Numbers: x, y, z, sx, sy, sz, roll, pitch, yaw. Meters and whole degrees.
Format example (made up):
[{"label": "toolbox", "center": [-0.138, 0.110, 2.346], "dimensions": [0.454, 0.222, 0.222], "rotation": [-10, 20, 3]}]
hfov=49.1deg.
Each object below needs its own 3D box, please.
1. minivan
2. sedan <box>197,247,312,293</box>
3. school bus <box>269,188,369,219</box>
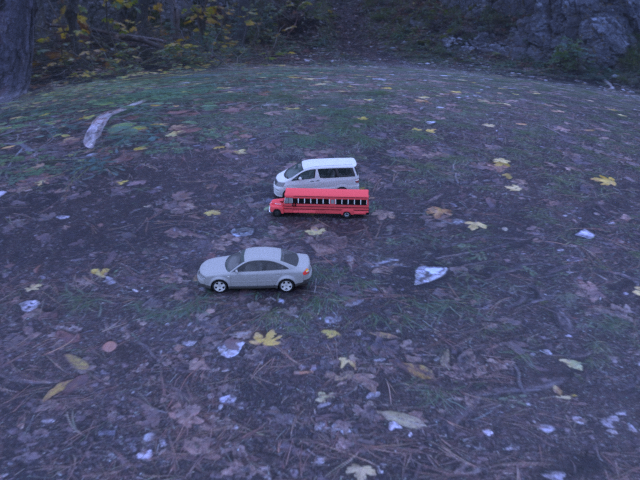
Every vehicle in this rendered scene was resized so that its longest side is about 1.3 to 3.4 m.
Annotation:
[{"label": "minivan", "center": [-0.072, -1.127, 12.694], "dimensions": [1.548, 0.616, 0.681], "rotation": [-2, 27, -5]}, {"label": "sedan", "center": [-0.922, 0.384, 9.859], "dimensions": [1.613, 0.483, 0.635], "rotation": [-1, 27, -2]}, {"label": "school bus", "center": [-0.017, -0.640, 11.934], "dimensions": [1.708, 0.434, 0.365], "rotation": [1, 27, 3]}]
